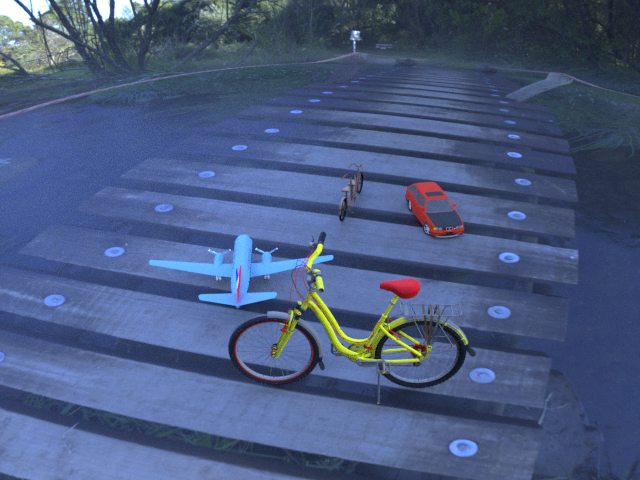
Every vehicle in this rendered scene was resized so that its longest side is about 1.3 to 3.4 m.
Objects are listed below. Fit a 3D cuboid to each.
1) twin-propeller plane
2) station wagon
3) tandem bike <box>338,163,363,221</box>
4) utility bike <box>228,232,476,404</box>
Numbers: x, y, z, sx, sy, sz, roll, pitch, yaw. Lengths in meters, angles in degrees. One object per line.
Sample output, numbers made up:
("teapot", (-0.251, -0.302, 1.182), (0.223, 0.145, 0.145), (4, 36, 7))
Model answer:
("twin-propeller plane", (-1.123, 0.321, 9.964), (2.663, 0.792, 2.129), (-1, 28, -3))
("station wagon", (1.952, -0.563, 11.982), (0.682, 0.473, 1.597), (-5, 28, -9))
("tandem bike", (0.559, -0.902, 12.401), (0.283, 0.682, 1.642), (8, 29, 15))
("utility bike", (0.353, 0.964, 7.623), (2.791, 1.839, 1.039), (1, 28, 1))
